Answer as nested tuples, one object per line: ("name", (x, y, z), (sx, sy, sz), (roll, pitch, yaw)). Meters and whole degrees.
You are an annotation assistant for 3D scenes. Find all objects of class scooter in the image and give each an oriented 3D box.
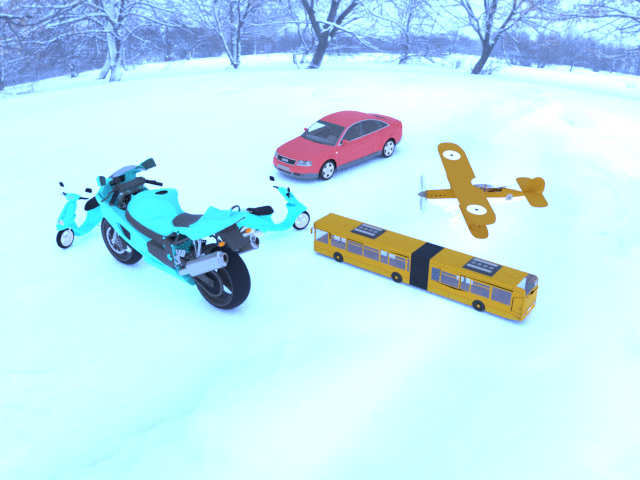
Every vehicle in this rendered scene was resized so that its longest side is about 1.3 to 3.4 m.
("scooter", (-0.765, -0.463, 11.065), (1.399, 0.919, 0.662), (-15, 30, -28))
("scooter", (-3.716, -0.504, 11.148), (0.662, 0.919, 1.399), (13, 29, 23))

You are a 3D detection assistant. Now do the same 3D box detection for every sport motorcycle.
("sport motorcycle", (-2.066, -0.089, 9.566), (2.955, 1.596, 0.983), (19, 32, 33))

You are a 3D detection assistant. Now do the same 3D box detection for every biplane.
("biplane", (2.665, -0.732, 11.533), (2.120, 0.981, 2.598), (-2, 27, -3))

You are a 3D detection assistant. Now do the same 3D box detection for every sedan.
("sedan", (0.406, -2.036, 14.177), (1.235, 0.940, 3.137), (24, 35, 39))

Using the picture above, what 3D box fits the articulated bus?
("articulated bus", (1.354, 0.316, 9.912), (3.401, 0.561, 0.605), (19, 32, 32))
